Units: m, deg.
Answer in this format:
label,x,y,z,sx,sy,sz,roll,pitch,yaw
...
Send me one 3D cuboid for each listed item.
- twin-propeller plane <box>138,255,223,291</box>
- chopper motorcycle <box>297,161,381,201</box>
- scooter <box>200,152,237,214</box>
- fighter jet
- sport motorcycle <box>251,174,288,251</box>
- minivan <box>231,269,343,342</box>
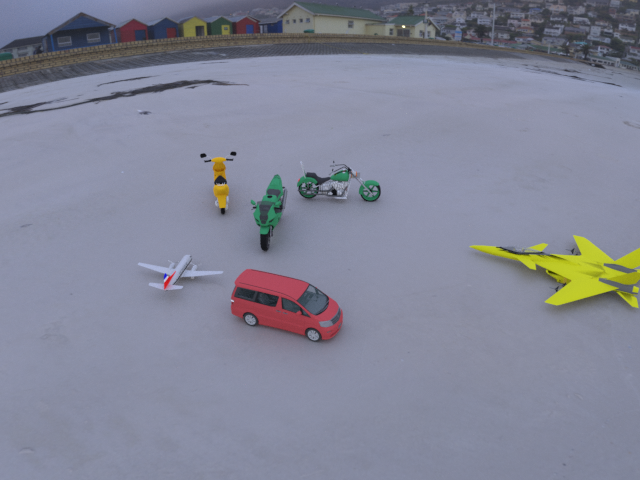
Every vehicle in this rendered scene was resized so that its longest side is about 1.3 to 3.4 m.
label,x,y,z,sx,sy,sz,roll,pitch,yaw
twin-propeller plane,-2.154,0.446,10.598,1.370,0.407,1.095,5,30,9
chopper motorcycle,0.351,-1.088,12.965,1.563,0.761,0.466,1,29,3
scooter,-1.831,-1.116,12.855,0.662,0.919,1.399,-5,30,-8
fighter jet,3.603,0.255,10.786,2.640,0.557,2.229,14,32,24
sport motorcycle,-0.830,-0.471,11.807,0.506,0.821,1.520,3,29,6
minivan,-0.448,0.874,9.624,1.548,0.616,0.681,11,31,19
